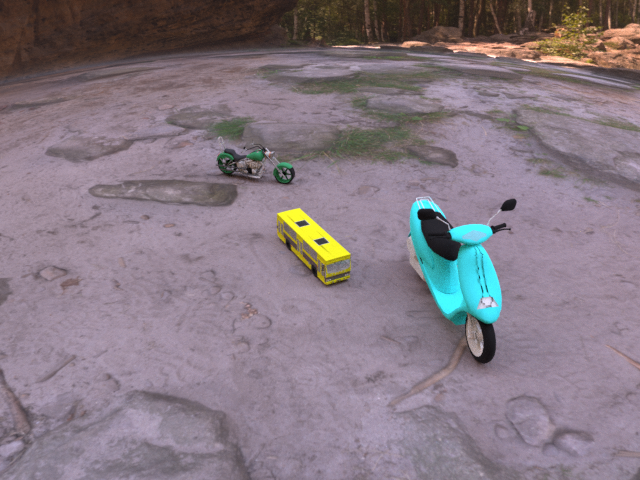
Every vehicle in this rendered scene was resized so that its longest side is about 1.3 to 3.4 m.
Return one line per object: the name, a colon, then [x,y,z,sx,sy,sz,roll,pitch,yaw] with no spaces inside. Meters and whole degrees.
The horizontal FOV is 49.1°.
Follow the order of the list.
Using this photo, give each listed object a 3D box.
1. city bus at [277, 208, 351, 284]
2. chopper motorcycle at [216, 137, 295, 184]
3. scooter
city bus: [-0.124,0.086,10.654,0.476,0.460,1.674,-15,33,-24]
chopper motorcycle: [-1.224,-1.496,13.134,1.563,0.761,0.466,9,31,16]
scooter: [1.718,0.190,9.129,1.288,1.786,2.721,-7,30,-11]
